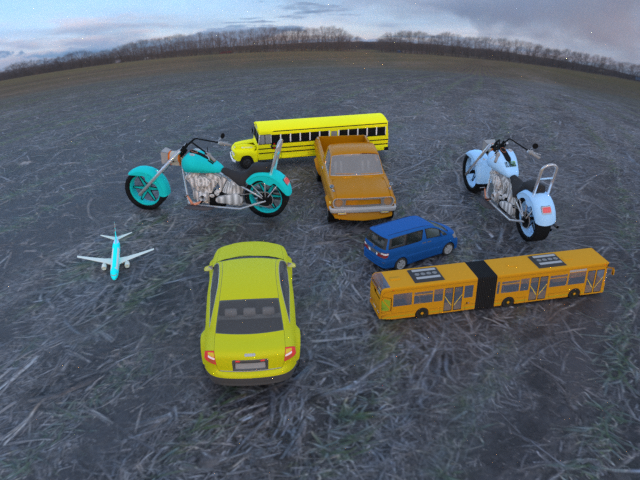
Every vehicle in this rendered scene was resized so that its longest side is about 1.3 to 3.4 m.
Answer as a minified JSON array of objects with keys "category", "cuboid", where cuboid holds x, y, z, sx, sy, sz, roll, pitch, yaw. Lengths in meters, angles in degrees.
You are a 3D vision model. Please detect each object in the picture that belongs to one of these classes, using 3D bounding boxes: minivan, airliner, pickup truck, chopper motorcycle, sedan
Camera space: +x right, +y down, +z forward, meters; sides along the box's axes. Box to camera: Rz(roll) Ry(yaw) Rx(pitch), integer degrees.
[{"category":"minivan","cuboid":[1.449,-0.021,10.937,1.548,0.616,0.681,-16,31,-28]},{"category":"airliner","cuboid":[-3.152,0.180,10.750,1.161,0.429,1.307,-6,28,-11]},{"category":"pickup truck","cuboid":[0.584,-1.319,13.038,1.244,0.993,3.117,-3,27,-5]},{"category":"chopper motorcycle","cuboid":[-1.977,-1.142,12.166,3.040,1.480,0.906,6,28,11]},{"category":"sedan","cuboid":[-0.907,0.716,9.157,1.235,0.940,3.137,-2,27,-4]},{"category":"chopper motorcycle","cuboid":[3.204,-1.105,12.093,0.906,1.480,3.040,-6,28,-11]}]

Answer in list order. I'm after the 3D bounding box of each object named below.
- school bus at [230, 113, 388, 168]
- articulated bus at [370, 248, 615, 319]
[{"category":"school bus","cuboid":[-0.231,-2.117,14.745,3.322,0.844,0.709,-6,28,-11]},{"category":"articulated bus","cuboid":[2.401,0.603,9.788,3.401,0.561,0.605,-6,28,-11]}]
